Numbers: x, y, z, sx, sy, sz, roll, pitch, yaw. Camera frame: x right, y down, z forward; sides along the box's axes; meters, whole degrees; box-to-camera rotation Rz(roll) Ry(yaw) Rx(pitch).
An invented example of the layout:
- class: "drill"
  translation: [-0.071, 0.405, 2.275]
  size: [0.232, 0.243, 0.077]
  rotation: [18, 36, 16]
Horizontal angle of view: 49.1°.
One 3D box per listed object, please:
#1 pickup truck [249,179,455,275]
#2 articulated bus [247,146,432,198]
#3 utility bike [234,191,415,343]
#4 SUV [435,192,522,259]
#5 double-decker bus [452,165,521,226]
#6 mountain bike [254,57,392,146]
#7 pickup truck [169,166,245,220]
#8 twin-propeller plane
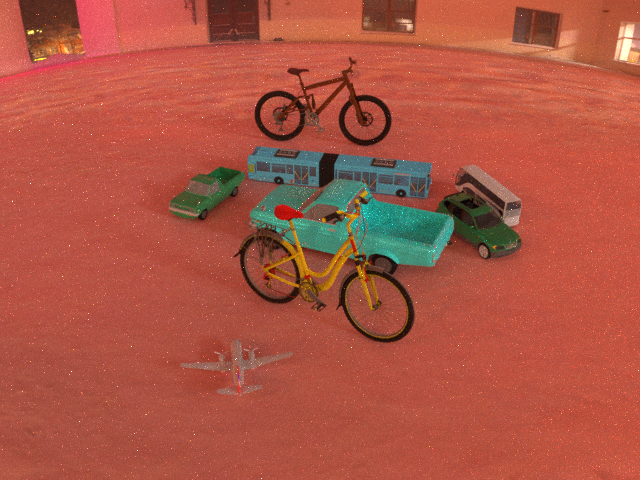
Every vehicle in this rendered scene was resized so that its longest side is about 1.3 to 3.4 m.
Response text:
- class: "pickup truck"
  translation: [0.464, -0.318, 10.873]
  size: [3.117, 0.993, 1.244]
  rotation: [13, 33, 20]
- class: "articulated bus"
  translation: [0.358, -1.252, 12.856]
  size: [3.401, 0.561, 0.605]
  rotation: [7, 32, 11]
- class: "utility bike"
  translation: [0.033, 0.217, 9.156]
  size: [2.791, 1.839, 1.039]
  rotation: [18, 35, 27]
- class: "SUV"
  translation: [2.519, -0.266, 11.189]
  size: [0.656, 0.580, 1.572]
  rotation: [-17, 35, -26]
- class: "double-decker bus"
  translation: [2.868, -0.796, 12.112]
  size: [0.389, 0.541, 1.672]
  rotation: [-11, 32, -17]
- class: "mountain bike"
  translation: [0.046, -2.765, 14.287]
  size: [2.857, 1.688, 1.114]
  rotation: [4, 31, 7]
- class: "pickup truck"
  translation: [-1.967, -0.891, 12.301]
  size: [0.640, 0.511, 1.603]
  rotation: [15, 34, 23]
- class: "twin-propeller plane"
  translation: [-0.997, 1.478, 8.444]
  size: [1.370, 0.407, 1.095]
  rotation: [-5, 31, -8]
